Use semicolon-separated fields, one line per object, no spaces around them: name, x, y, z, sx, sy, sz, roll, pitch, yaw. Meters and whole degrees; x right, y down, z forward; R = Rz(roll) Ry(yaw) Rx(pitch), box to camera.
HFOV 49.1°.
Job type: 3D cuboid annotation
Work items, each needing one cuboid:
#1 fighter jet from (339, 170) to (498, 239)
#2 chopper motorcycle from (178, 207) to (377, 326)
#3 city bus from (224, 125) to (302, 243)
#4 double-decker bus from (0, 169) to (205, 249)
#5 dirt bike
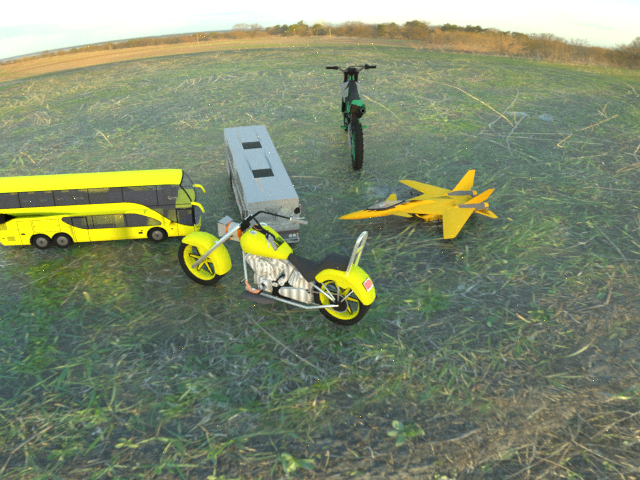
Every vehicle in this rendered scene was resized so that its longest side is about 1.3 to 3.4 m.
fighter jet;1.596;-0.662;11.929;2.640;0.557;2.229;-7;31;-12
chopper motorcycle;-0.664;0.229;9.461;3.040;1.480;0.906;15;33;24
city bus;-1.073;-0.997;12.171;0.926;0.894;3.255;-7;31;-12
double-decker bus;-3.478;-0.518;11.184;3.251;1.052;0.756;-4;30;-6
dirt bike;0.648;-2.644;14.253;1.024;1.666;2.903;-2;30;-3
